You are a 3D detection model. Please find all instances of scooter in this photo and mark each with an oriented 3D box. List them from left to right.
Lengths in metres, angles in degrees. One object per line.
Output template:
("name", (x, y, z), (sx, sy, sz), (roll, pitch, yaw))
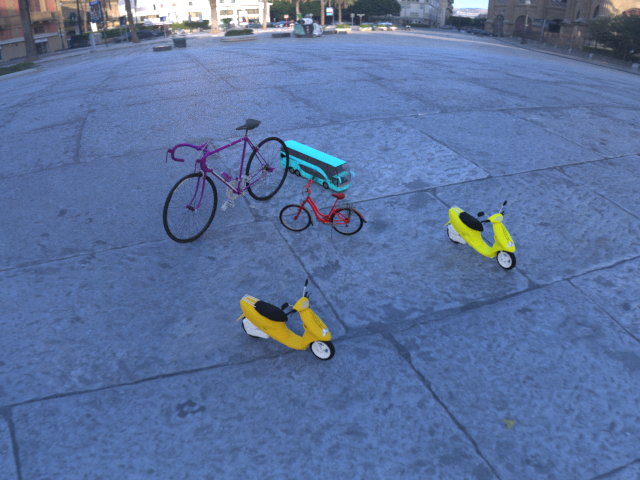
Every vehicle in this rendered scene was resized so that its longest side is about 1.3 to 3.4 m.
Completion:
("scooter", (-0.441, 0.981, 8.776), (1.399, 0.919, 0.662), (14, 33, 23))
("scooter", (2.469, -0.170, 10.730), (0.662, 0.919, 1.399), (-22, 37, -33))

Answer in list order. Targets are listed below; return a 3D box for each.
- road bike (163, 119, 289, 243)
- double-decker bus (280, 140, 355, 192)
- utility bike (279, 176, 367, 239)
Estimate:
("road bike", (-1.474, -1.087, 11.560), (0.696, 1.656, 3.004), (21, 37, 31))
("double-decker bus", (-0.085, -1.391, 13.173), (0.389, 0.541, 1.672), (-27, 40, -37))
("utility bike", (0.037, -0.477, 11.224), (1.435, 0.946, 0.535), (4, 31, 7))
